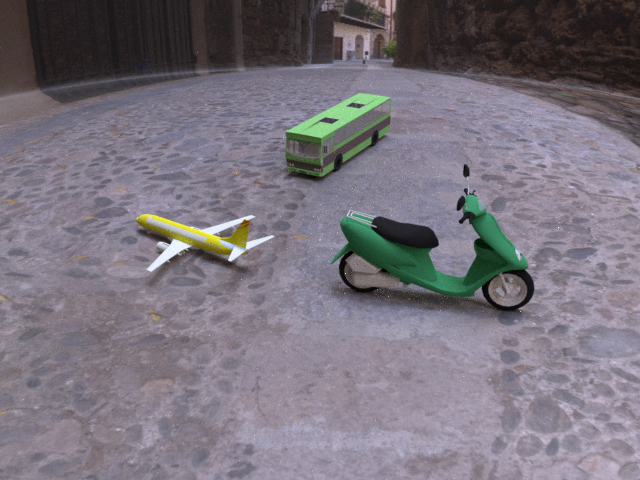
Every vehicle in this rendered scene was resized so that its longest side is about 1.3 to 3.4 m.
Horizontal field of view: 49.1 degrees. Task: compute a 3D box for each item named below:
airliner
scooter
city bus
[{"bbox_3d":[-1.986,-0.221,10.729,2.541,0.835,2.257,18,32,31],"label":"airliner"},{"bbox_3d":[1.483,0.019,9.200,2.721,1.786,1.288,6,27,12],"label":"scooter"},{"bbox_3d":[0.456,-2.218,14.614,0.926,0.894,3.255,14,30,26],"label":"city bus"}]
